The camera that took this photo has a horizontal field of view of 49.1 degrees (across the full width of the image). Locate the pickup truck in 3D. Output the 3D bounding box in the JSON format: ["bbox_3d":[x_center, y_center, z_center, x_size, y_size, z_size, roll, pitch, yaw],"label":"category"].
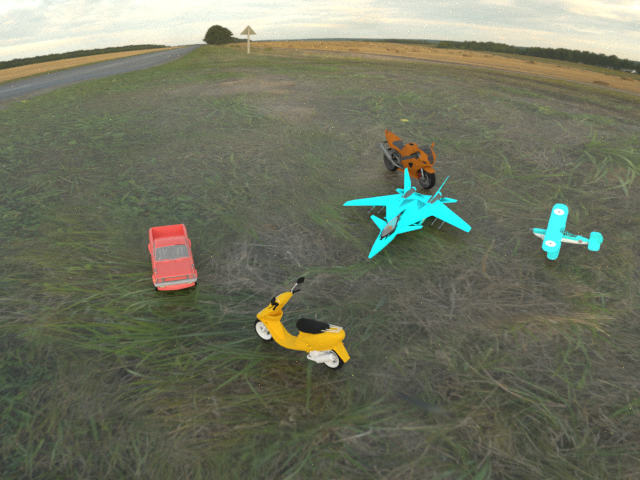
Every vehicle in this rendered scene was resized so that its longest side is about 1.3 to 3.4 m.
[{"bbox_3d":[-2.215,0.189,10.422,0.640,0.511,1.603,-7,29,-13],"label":"pickup truck"}]

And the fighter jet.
[{"bbox_3d":[1.339,-0.435,11.536,2.229,0.557,2.640,13,31,23],"label":"fighter jet"}]

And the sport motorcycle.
[{"bbox_3d":[1.697,-1.544,13.321,0.506,0.821,1.520,-17,32,-28],"label":"sport motorcycle"}]

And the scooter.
[{"bbox_3d":[-0.251,1.014,8.455,1.399,0.919,0.662,18,33,30],"label":"scooter"}]

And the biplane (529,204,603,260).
[{"bbox_3d":[3.799,-0.043,10.860,1.090,0.504,1.336,12,30,21],"label":"biplane"}]
